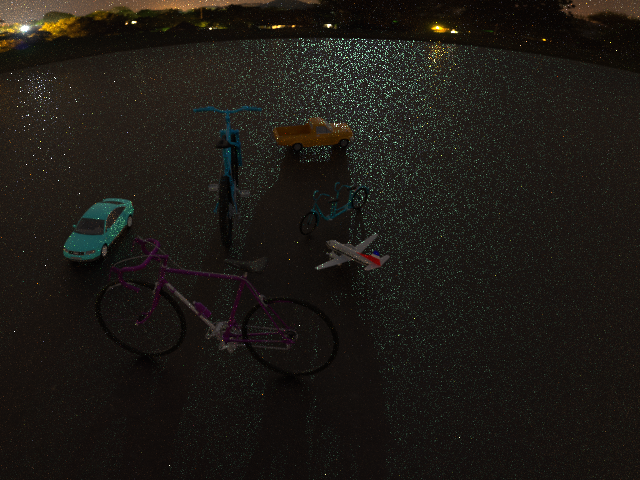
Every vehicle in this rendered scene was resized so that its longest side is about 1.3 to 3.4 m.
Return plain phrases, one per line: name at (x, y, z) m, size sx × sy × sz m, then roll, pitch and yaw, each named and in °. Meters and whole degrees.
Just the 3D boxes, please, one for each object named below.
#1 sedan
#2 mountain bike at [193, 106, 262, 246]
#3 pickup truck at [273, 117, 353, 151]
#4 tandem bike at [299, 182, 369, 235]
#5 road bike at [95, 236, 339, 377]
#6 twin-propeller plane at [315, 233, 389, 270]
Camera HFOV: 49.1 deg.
sedan at (-3.476, -0.220, 11.016) m, size 0.635 × 0.483 × 1.613 m, roll 5°, pitch 32°, yaw 9°
mountain bike at (-1.486, -1.163, 11.412) m, size 1.114 × 1.688 × 2.857 m, roll -1°, pitch 31°, yaw -2°
pickup truck at (-0.135, -2.181, 14.230) m, size 1.603 × 0.511 × 0.640 m, roll -6°, pitch 32°, yaw -10°
tandem bike at (0.257, -0.608, 11.465) m, size 0.283 × 0.682 × 1.642 m, roll 27°, pitch 40°, yaw 37°
road bike at (-1.256, 0.830, 8.149) m, size 3.004 × 1.656 × 0.696 m, roll 6°, pitch 32°, yaw 9°
twin-propeller plane at (0.486, 0.170, 10.446) m, size 1.095 × 0.407 × 1.370 m, roll 27°, pitch 40°, yaw 36°
